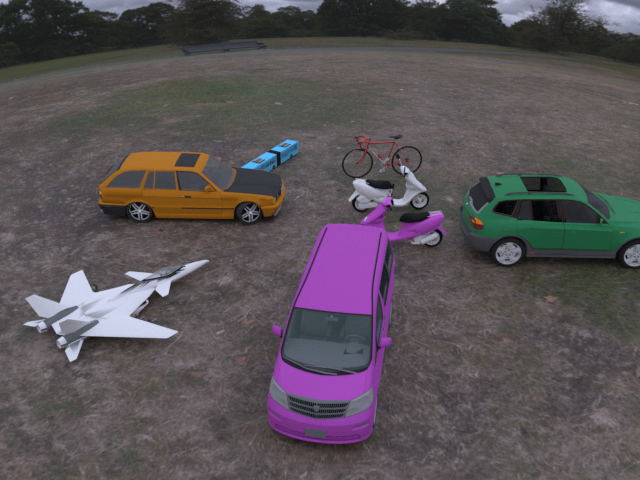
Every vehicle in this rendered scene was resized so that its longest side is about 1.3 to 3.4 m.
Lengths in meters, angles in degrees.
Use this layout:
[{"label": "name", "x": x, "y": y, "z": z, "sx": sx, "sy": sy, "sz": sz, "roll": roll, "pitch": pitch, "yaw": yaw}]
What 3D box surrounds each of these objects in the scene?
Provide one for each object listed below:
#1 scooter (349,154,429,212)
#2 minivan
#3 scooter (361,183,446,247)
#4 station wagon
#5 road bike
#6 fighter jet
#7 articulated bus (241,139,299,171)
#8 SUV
[{"label": "scooter", "x": 1.190, "y": -0.915, "z": 11.888, "sx": 1.399, "sy": 0.919, "sz": 0.662, "roll": -3, "pitch": 29, "yaw": -5}, {"label": "minivan", "x": 0.220, "y": 0.968, "z": 8.245, "sx": 1.324, "sy": 1.197, "sz": 3.011, "roll": 5, "pitch": 30, "yaw": 9}, {"label": "scooter", "x": 1.270, "y": -0.325, "z": 10.835, "sx": 1.399, "sy": 0.919, "sz": 0.662, "roll": 3, "pitch": 29, "yaw": 5}, {"label": "station wagon", "x": -2.149, "y": -0.951, "z": 11.950, "sx": 3.105, "sy": 0.920, "sz": 1.327, "roll": 1, "pitch": 29, "yaw": 2}, {"label": "road bike", "x": 1.175, "y": -1.578, "z": 13.140, "sx": 1.545, "sy": 0.852, "sz": 0.358, "roll": -4, "pitch": 30, "yaw": -7}, {"label": "fighter jet", "x": -2.540, "y": 0.636, "z": 9.492, "sx": 2.229, "sy": 0.557, "sz": 2.640, "roll": 24, "pitch": 37, "yaw": 36}, {"label": "articulated bus", "x": -0.963, "y": -1.569, "z": 13.698, "sx": 0.311, "sy": 0.289, "sz": 1.749, "roll": 16, "pitch": 33, "yaw": 26}, {"label": "SUV", "x": 3.687, "y": -0.358, "z": 10.681, "sx": 3.058, "sy": 1.128, "sz": 1.276, "roll": 1, "pitch": 29, "yaw": 1}]
